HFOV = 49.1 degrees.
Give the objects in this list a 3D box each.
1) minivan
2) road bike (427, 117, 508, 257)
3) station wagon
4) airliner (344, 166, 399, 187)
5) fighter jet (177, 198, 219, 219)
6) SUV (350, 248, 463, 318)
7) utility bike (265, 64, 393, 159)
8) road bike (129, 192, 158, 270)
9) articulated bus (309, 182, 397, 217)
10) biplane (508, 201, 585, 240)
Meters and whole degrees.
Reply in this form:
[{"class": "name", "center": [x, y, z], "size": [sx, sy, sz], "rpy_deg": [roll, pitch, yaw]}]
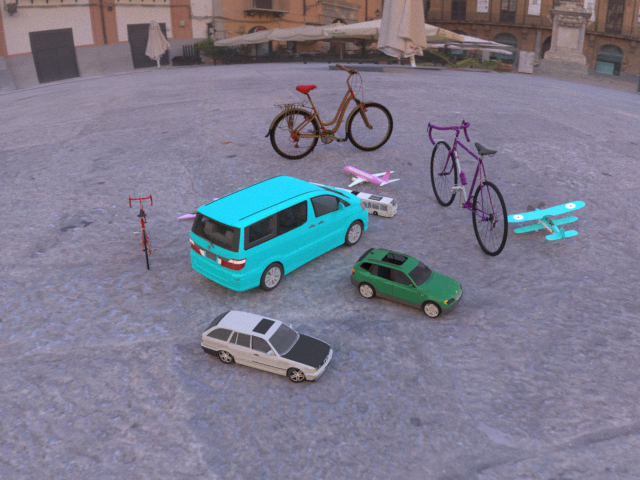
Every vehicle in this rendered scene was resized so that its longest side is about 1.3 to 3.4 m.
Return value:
[{"class": "minivan", "center": [-0.515, -0.281, 10.605], "size": [1.324, 1.197, 3.011], "rpy_deg": [23, 35, 36]}, {"class": "road bike", "center": [2.382, -0.961, 11.403], "size": [0.696, 1.656, 3.004], "rpy_deg": [-6, 28, -12]}, {"class": "station wagon", "center": [-0.640, 1.243, 8.484], "size": [1.597, 0.473, 0.682], "rpy_deg": [11, 30, 20]}, {"class": "airliner", "center": [0.890, -1.300, 13.365], "size": [1.161, 0.429, 1.307], "rpy_deg": [-21, 34, -34]}, {"class": "fighter jet", "center": [-1.798, -0.542, 12.077], "size": [1.358, 0.286, 1.147], "rpy_deg": [-9, 29, -16]}, {"class": "SUV", "center": [1.191, 0.547, 9.692], "size": [1.572, 0.580, 0.656], "rpy_deg": [15, 31, 26]}, {"class": "utility bike", "center": [0.186, -2.659, 14.433], "size": [2.791, 1.839, 1.039], "rpy_deg": [-8, 29, -15]}, {"class": "road bike", "center": [-2.711, -0.176, 10.776], "size": [0.358, 0.852, 1.545], "rpy_deg": [-7, 29, -13]}, {"class": "articulated bus", "center": [0.510, -0.720, 12.414], "size": [1.749, 0.289, 0.311], "rpy_deg": [13, 30, 23]}, {"class": "biplane", "center": [3.681, -0.261, 11.310], "size": [1.336, 0.504, 1.090], "rpy_deg": [-4, 28, -8]}]
